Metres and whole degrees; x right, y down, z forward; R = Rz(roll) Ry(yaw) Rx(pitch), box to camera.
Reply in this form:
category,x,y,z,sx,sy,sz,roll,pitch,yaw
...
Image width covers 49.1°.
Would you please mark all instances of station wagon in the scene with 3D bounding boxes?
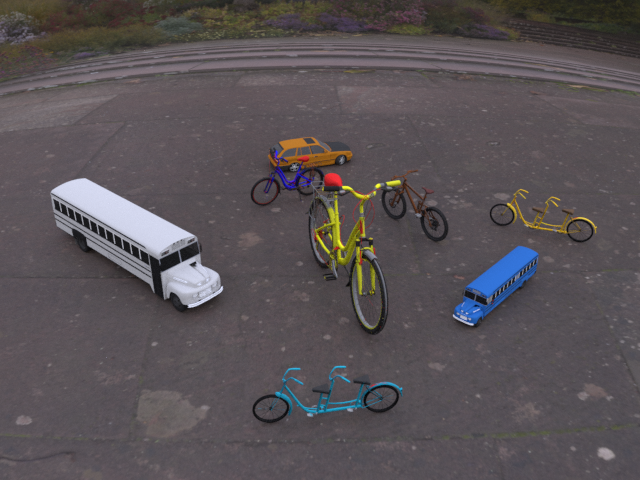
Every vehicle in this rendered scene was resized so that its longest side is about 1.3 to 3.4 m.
category,x,y,z,sx,sy,sz,roll,pitch,yaw
station wagon,-0.172,-1.691,13.415,1.597,0.473,0.682,-10,32,-17

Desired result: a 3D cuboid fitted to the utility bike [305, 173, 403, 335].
category,x,y,z,sx,sy,sz,roll,pitch,yaw
utility bike,0.404,-0.100,9.346,1.039,1.839,2.791,-11,32,-17

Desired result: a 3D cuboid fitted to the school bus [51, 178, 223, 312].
category,x,y,z,sx,sy,sz,roll,pitch,yaw
school bus,-2.709,0.004,10.153,3.322,0.844,0.709,25,38,35

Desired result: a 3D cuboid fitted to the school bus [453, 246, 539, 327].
category,x,y,z,sx,sy,sz,roll,pitch,yaw
school bus,2.402,0.616,9.515,0.365,0.434,1.708,24,38,35

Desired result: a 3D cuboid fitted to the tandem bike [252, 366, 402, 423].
category,x,y,z,sx,sy,sz,roll,pitch,yaw
tandem bike,0.090,1.649,7.505,1.642,0.682,0.283,-4,31,-7

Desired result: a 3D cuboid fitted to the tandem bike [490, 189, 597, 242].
category,x,y,z,sx,sy,sz,roll,pitch,yaw
tandem bike,3.498,-0.392,10.990,1.642,0.682,0.283,13,33,21

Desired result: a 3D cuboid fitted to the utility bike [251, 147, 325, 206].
category,x,y,z,sx,sy,sz,roll,pitch,yaw
utility bike,-0.503,-1.076,11.898,1.435,0.946,0.535,-15,33,-24

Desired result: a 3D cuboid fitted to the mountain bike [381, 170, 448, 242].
category,x,y,z,sx,sy,sz,roll,pitch,yaw
mountain bike,1.494,-0.561,11.096,0.573,0.868,1.469,-22,37,-32
